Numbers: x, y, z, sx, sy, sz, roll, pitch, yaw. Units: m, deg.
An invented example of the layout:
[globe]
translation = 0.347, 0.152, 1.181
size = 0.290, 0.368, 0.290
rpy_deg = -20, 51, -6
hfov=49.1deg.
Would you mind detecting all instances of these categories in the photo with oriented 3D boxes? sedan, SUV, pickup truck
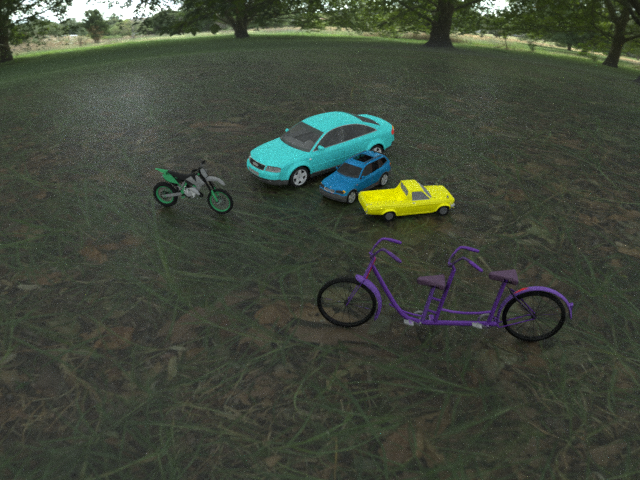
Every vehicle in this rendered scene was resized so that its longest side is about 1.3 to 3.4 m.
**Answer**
[sedan]
translation = 0.043, -1.872, 13.529
size = 3.137, 0.940, 1.235
rpy_deg = -20, 35, -31
[SUV]
translation = 0.658, -1.178, 12.678
size = 0.656, 0.580, 1.572
rpy_deg = 23, 37, 34
[pickup truck]
translation = 1.474, -0.713, 11.936
size = 1.603, 0.511, 0.640
rpy_deg = -6, 30, -10

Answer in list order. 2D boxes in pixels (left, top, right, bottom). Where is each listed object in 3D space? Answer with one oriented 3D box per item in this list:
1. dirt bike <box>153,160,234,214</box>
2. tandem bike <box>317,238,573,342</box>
[dirt bike]
translation = -2.179, -0.893, 11.902
size = 1.493, 0.857, 0.527
rpy_deg = 8, 31, 14
[tandem bike]
translation = 1.542, 0.650, 8.732
size = 3.192, 1.326, 0.550
rpy_deg = 3, 30, 6
